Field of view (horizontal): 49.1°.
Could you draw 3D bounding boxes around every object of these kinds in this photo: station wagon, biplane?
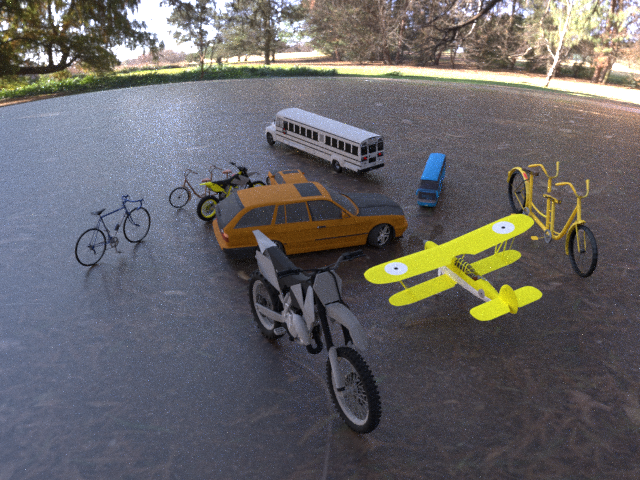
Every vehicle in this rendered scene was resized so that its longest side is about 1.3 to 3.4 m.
[{"bbox_3d":[-0.557,-1.070,13.128,0.682,0.473,1.597,-7,27,-15],"label":"station wagon"},{"bbox_3d":[1.917,0.476,9.349,2.598,0.981,2.120,-11,28,-22],"label":"biplane"},{"bbox_3d":[-0.133,-0.403,11.235,3.105,0.920,1.327,-7,27,-14],"label":"station wagon"}]

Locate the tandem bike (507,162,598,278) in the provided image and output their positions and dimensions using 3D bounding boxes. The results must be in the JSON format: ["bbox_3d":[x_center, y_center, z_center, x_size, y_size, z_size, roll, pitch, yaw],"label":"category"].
[{"bbox_3d":[3.655,-0.596,11.170,0.550,1.326,3.192,-4,26,-8],"label":"tandem bike"}]

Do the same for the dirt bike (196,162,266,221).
[{"bbox_3d":[-1.538,-0.873,12.280,1.493,0.857,0.527,-21,33,-36],"label":"dirt bike"}]

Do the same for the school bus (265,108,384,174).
[{"bbox_3d":[-0.013,-2.177,14.993,0.709,0.844,3.322,-20,32,-35],"label":"school bus"}]

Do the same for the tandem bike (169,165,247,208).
[{"bbox_3d":[-2.016,-1.039,12.825,1.642,0.682,0.283,-17,31,-31],"label":"tandem bike"}]

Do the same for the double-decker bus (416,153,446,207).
[{"bbox_3d":[2.114,-1.129,13.173,0.389,0.541,1.672,7,27,13],"label":"double-decker bus"}]

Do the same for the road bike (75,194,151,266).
[{"bbox_3d":[-3.197,-0.180,10.854,0.358,0.852,1.545,15,30,29],"label":"road bike"}]

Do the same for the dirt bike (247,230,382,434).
[{"bbox_3d":[-0.149,0.834,7.820,1.024,1.666,2.903,-14,29,-27],"label":"dirt bike"}]
